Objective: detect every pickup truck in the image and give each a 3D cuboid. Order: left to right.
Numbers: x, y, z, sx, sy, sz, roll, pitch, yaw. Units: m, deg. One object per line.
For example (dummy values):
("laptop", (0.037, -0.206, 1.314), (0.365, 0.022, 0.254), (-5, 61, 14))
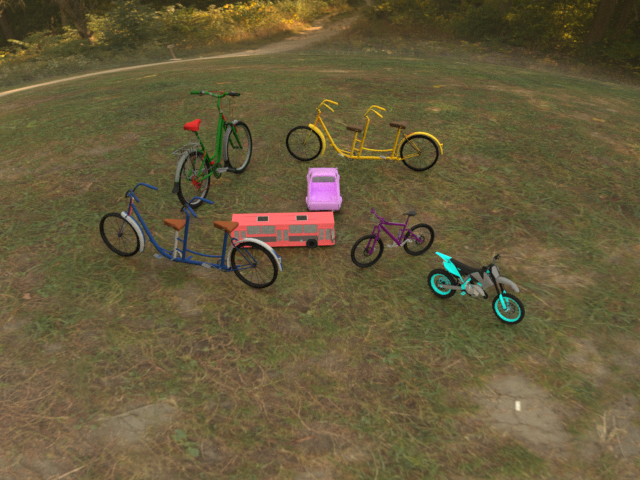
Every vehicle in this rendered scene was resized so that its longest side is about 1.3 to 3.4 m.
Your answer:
("pickup truck", (0.065, -0.976, 12.839), (0.640, 0.511, 1.603), (0, 30, 0))

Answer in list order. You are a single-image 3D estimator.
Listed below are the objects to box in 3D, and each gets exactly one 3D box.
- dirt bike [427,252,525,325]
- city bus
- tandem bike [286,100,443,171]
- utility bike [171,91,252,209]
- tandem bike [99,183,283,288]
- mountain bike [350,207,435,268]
("dirt bike", (2.157, 0.610, 9.684), (1.493, 0.857, 0.527), (21, 36, 33))
("city bus", (-0.602, -0.150, 11.431), (1.674, 0.460, 0.476), (-1, 30, -3))
("tandem bike", (0.856, -2.076, 13.954), (3.192, 1.326, 0.550), (6, 30, 10))
("utility bike", (-2.049, -1.786, 12.921), (1.039, 1.839, 2.791), (12, 32, 20))
("tandem bike", (-2.015, -0.084, 10.434), (3.192, 1.326, 0.550), (11, 31, 19))
("mountain bike", (1.145, -0.053, 10.845), (1.469, 0.868, 0.573), (-12, 32, -20))
